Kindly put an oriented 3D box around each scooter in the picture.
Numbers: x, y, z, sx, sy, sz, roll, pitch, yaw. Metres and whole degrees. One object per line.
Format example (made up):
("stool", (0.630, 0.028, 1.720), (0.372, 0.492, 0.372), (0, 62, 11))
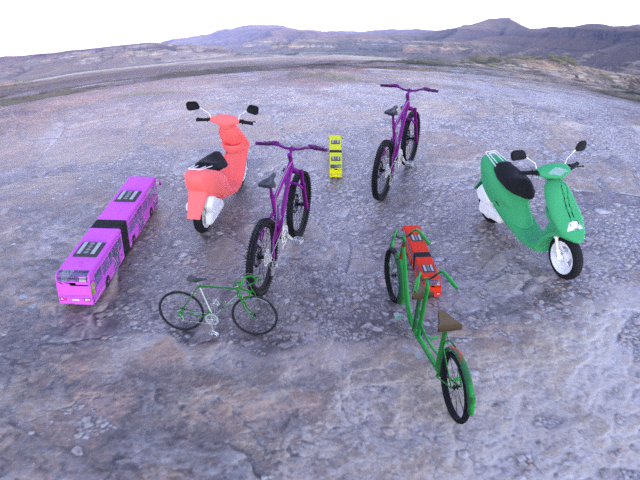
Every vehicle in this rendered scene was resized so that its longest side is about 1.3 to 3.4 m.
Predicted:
("scooter", (3.185, -0.701, 10.670), (1.288, 1.786, 2.721), (-10, 30, -18))
("scooter", (-1.709, -1.364, 11.912), (1.288, 1.786, 2.721), (6, 29, 10))

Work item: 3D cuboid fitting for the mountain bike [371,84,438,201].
("mountain bike", (1.465, -1.886, 12.993), (1.114, 1.688, 2.857), (11, 30, 19))

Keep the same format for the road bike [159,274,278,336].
("road bike", (-1.296, 0.817, 8.818), (1.545, 0.852, 0.358), (3, 28, 6))

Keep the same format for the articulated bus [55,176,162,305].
("articulated bus", (-3.185, -0.108, 10.858), (0.605, 0.561, 3.401), (2, 28, 3))

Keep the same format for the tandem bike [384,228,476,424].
("tandem bike", (1.228, 0.805, 8.337), (0.550, 1.326, 3.192), (-5, 29, -10))

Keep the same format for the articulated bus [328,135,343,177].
("articulated bus", (0.316, -1.706, 14.142), (0.311, 0.289, 1.749), (0, 28, 1))

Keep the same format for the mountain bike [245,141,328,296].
("mountain bike", (-0.556, -0.430, 10.266), (1.114, 1.688, 2.857), (7, 29, 13))

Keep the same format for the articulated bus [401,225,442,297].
("articulated bus", (1.502, 0.282, 10.418), (0.311, 0.289, 1.749), (-2, 28, -3))
